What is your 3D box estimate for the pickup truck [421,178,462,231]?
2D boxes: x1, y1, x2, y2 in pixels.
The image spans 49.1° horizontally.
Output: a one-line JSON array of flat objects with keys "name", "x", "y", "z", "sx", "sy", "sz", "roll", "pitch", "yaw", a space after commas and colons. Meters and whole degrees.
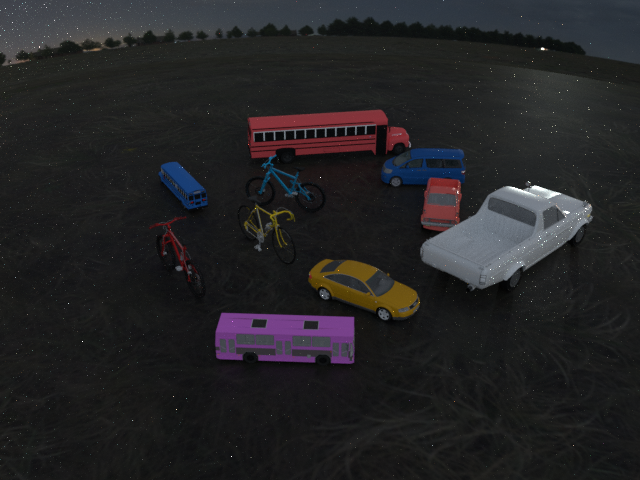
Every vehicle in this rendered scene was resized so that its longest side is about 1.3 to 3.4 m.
[{"name": "pickup truck", "x": 2.082, "y": -0.669, "z": 11.927, "sx": 0.640, "sy": 0.511, "sz": 1.603, "roll": 6, "pitch": 29, "yaw": 10}]

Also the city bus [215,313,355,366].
[{"name": "city bus", "x": -0.413, "y": 1.219, "z": 8.564, "sx": 1.674, "sy": 0.460, "sz": 0.476, "roll": 2, "pitch": 29, "yaw": 3}]

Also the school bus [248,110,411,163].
[{"name": "school bus", "x": 0.208, "y": -2.125, "z": 14.215, "sx": 3.322, "sy": 0.844, "sz": 0.709, "roll": -5, "pitch": 29, "yaw": -9}]

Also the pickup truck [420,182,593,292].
[{"name": "pickup truck", "x": 2.886, "y": -0.169, "z": 10.524, "sx": 3.117, "sy": 0.993, "sz": 1.244, "roll": -25, "pitch": 38, "yaw": -37}]

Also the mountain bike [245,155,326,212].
[{"name": "mountain bike", "x": -0.601, "y": -0.933, "z": 12.034, "sx": 1.469, "sy": 0.868, "sz": 0.573, "roll": 8, "pitch": 30, "yaw": 14}]

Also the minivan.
[{"name": "minivan", "x": 1.928, "y": -1.367, "z": 13.081, "sx": 1.548, "sy": 0.616, "sz": 0.681, "roll": 2, "pitch": 29, "yaw": 4}]

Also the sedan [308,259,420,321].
[{"name": "sedan", "x": 0.600, "y": 0.624, "z": 9.616, "sx": 1.613, "sy": 0.483, "sz": 0.635, "roll": 17, "pitch": 33, "yaw": 28}]

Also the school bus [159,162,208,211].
[{"name": "school bus", "x": -2.505, "y": -1.004, "z": 12.612, "sx": 0.365, "sy": 0.434, "sz": 1.708, "roll": -16, "pitch": 33, "yaw": -26}]

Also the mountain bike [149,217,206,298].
[{"name": "mountain bike", "x": -2.003, "y": 0.224, "z": 9.942, "sx": 0.573, "sy": 0.868, "sz": 1.469, "roll": -20, "pitch": 34, "yaw": -31}]

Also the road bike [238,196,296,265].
[{"name": "road bike", "x": -0.840, "y": -0.205, "z": 10.735, "sx": 0.358, "sy": 0.852, "sz": 1.545, "roll": -21, "pitch": 35, "yaw": -33}]
